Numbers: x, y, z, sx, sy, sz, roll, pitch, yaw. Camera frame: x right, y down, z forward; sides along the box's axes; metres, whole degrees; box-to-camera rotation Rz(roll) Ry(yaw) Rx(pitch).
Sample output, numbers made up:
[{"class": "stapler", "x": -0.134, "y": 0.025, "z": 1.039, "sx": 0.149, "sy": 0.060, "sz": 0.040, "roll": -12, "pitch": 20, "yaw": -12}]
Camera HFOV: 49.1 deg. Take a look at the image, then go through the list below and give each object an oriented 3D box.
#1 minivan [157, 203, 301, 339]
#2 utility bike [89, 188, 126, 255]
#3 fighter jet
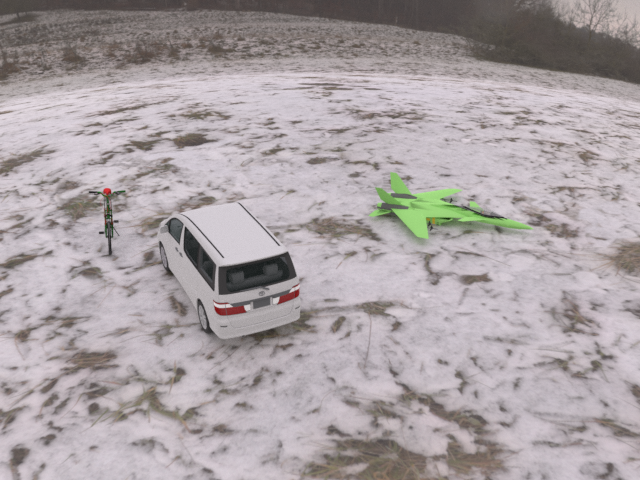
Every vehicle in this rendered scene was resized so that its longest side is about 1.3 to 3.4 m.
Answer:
[{"class": "minivan", "x": -1.347, "y": 0.176, "z": 9.482, "sx": 1.324, "sy": 1.197, "sz": 3.011, "roll": -12, "pitch": 29, "yaw": -24}, {"class": "utility bike", "x": -3.280, "y": -0.416, "z": 10.977, "sx": 0.535, "sy": 0.946, "sz": 1.435, "roll": -7, "pitch": 27, "yaw": -15}, {"class": "fighter jet", "x": 2.249, "y": -0.566, "z": 11.726, "sx": 2.640, "sy": 0.557, "sz": 2.229, "roll": 11, "pitch": 28, "yaw": 22}]
